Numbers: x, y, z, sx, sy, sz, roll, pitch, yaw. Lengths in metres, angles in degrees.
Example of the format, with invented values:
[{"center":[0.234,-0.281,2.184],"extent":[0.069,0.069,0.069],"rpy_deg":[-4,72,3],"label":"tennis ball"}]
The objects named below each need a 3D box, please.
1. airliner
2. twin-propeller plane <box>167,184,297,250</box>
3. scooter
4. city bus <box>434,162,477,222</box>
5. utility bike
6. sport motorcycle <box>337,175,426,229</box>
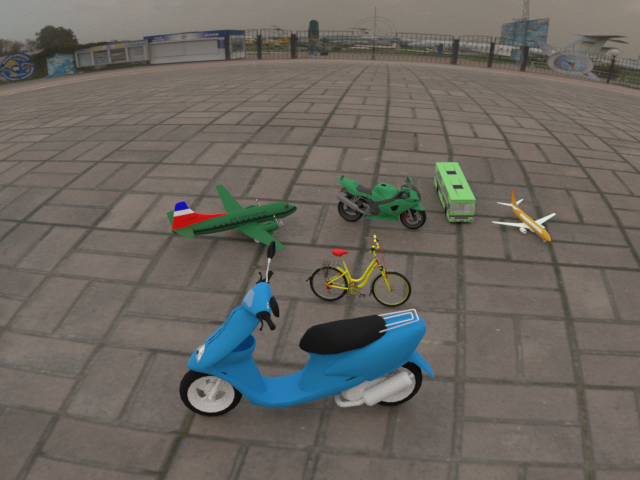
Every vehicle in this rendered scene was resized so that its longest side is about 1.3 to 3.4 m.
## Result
[{"center":[3.426,-0.385,11.441],"extent":[1.161,0.429,1.307],"rpy_deg":[-8,29,-14],"label":"airliner"},{"center":[-1.324,-0.421,11.124],"extent":[2.129,0.792,2.663],"rpy_deg":[-14,31,-24],"label":"twin-propeller plane"},{"center":[-0.138,1.063,7.270],"extent":[2.721,1.786,1.288],"rpy_deg":[-2,28,-4],"label":"scooter"},{"center":[2.339,-0.844,12.273],"extent":[0.476,0.460,1.674],"rpy_deg":[0,28,0],"label":"city bus"},{"center":[0.520,0.416,9.385],"extent":[1.435,0.946,0.535],"rpy_deg":[5,28,9],"label":"utility bike"},{"center":[0.999,-0.622,11.471],"extent":[1.520,0.821,0.506],"rpy_deg":[8,29,14],"label":"sport motorcycle"}]
